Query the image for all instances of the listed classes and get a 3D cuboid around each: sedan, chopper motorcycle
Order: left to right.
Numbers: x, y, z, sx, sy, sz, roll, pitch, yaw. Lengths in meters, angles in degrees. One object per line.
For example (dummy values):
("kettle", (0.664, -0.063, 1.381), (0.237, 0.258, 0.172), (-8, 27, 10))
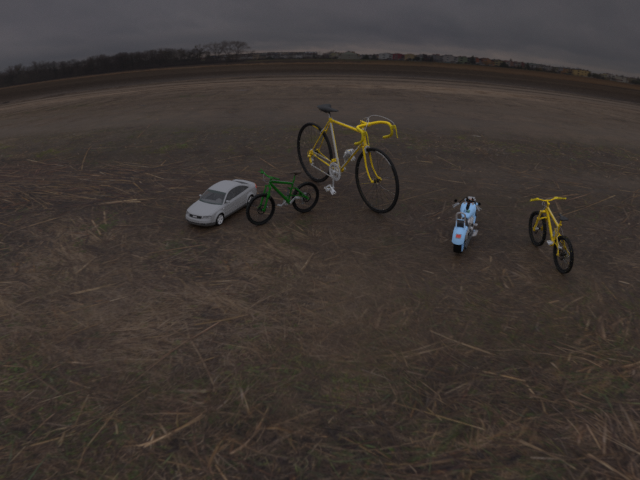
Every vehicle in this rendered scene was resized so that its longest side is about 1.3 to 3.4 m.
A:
("sedan", (-1.708, -0.709, 12.195), (0.635, 0.483, 1.613), (13, 29, 25))
("chopper motorcycle", (2.339, -0.358, 11.151), (0.466, 0.761, 1.563), (9, 27, 18))

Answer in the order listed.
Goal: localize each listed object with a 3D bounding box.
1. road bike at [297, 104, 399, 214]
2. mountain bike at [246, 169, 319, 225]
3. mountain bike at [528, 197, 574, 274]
("road bike", (0.432, -1.570, 12.626), (0.697, 1.656, 3.004), (-17, 31, -32))
("mountain bike", (-0.622, -0.768, 11.875), (1.469, 0.868, 0.573), (-17, 31, -31))
("mountain bike", (3.487, -0.123, 10.544), (0.573, 0.868, 1.469), (-3, 26, -7))
